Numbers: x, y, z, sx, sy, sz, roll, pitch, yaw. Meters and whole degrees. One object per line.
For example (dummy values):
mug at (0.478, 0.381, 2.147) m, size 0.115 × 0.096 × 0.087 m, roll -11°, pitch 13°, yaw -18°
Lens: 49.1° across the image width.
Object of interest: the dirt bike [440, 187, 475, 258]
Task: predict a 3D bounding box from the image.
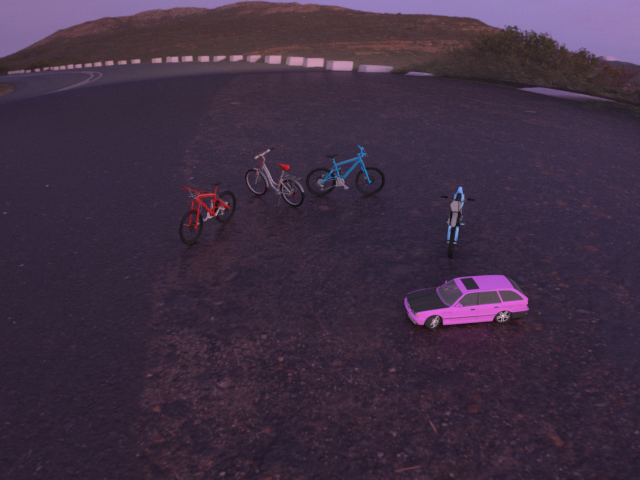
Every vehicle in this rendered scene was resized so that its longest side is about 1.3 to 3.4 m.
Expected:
dirt bike at (2.158, -0.348, 11.082) m, size 0.527 × 0.857 × 1.493 m, roll 7°, pitch 27°, yaw 13°

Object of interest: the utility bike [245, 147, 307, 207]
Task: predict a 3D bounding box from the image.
utility bike at (-0.843, -1.102, 12.493) m, size 1.435 × 0.946 × 0.535 m, roll 18°, pitch 32°, yaw 32°

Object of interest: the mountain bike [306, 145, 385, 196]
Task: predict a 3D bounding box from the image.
mountain bike at (0.472, -1.220, 12.816) m, size 1.469 × 0.868 × 0.573 m, roll -1°, pitch 27°, yaw -3°

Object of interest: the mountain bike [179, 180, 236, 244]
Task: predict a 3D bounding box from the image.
mountain bike at (-1.823, -0.520, 11.415) m, size 0.573 × 0.868 × 1.469 m, roll 14°, pitch 30°, yaw 26°

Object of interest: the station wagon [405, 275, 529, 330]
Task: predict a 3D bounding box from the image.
station wagon at (1.922, 0.779, 9.254) m, size 1.597 × 0.473 × 0.682 m, roll -4°, pitch 27°, yaw -8°
